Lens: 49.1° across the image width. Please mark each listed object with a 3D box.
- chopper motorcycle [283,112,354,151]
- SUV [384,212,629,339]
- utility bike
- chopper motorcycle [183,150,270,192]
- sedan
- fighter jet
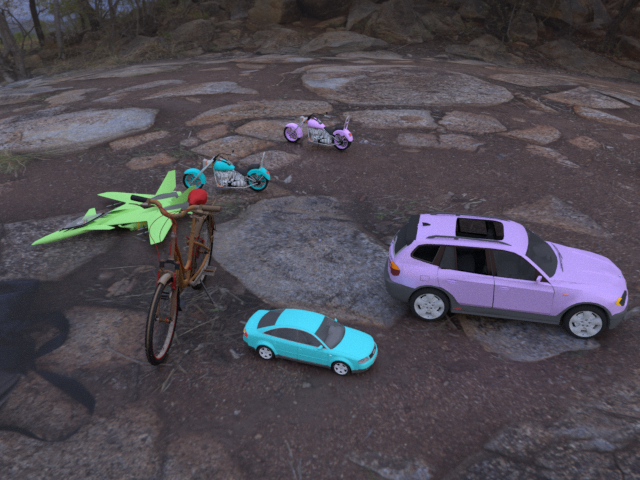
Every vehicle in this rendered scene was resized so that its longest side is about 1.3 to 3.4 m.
[{"bbox_3d":[-0.049,-2.270,14.326,1.563,0.761,0.466,14,31,25],"label":"chopper motorcycle"},{"bbox_3d":[2.363,0.364,9.009,3.058,1.128,1.276,6,29,10],"label":"SUV"},{"bbox_3d":[-1.593,0.173,8.613,1.039,1.839,2.791,3,28,6],"label":"utility bike"},{"bbox_3d":[-1.659,-1.212,12.347,1.563,0.761,0.466,2,28,4],"label":"chopper motorcycle"},{"bbox_3d":[-0.117,1.138,8.245,1.613,0.483,0.635,9,29,17],"label":"sedan"},{"bbox_3d":[-3.271,-0.446,11.129,2.640,0.557,2.229,-19,34,-31],"label":"fighter jet"}]
